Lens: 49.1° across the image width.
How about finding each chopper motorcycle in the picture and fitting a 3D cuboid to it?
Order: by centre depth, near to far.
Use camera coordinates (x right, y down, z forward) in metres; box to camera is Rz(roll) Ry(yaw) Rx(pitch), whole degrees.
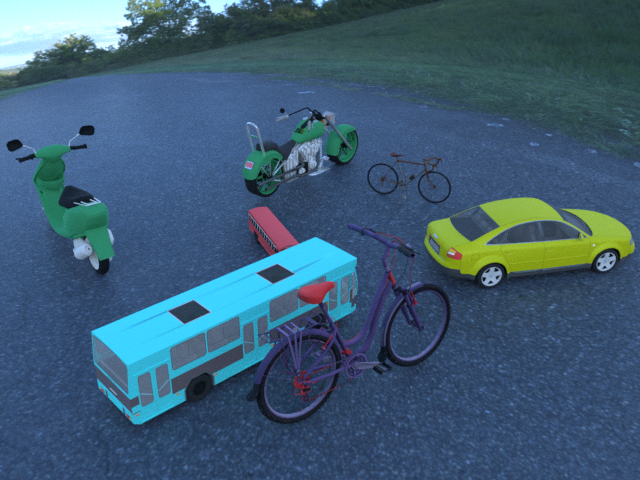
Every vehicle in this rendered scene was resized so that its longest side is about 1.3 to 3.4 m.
[{"bbox_3d":[-0.279,-1.790,12.921,0.906,1.480,3.040,21,34,34],"label":"chopper motorcycle"}]

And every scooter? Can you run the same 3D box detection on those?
[{"bbox_3d":[-3.760,-0.667,10.463,1.288,1.786,2.721,-19,33,-32],"label":"scooter"}]

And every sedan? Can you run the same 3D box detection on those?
[{"bbox_3d":[3.105,-0.083,10.262,3.137,0.940,1.235,-6,28,-11],"label":"sedan"}]

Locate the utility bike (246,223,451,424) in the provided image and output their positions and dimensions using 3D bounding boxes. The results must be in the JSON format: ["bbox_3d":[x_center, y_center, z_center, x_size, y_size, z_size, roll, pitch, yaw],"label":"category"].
[{"bbox_3d":[0.352,0.836,7.557,2.791,1.839,1.039,-18,33,-31],"label":"utility bike"}]

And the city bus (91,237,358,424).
[{"bbox_3d":[-0.976,0.987,8.283,3.255,0.894,0.926,-23,36,-37],"label":"city bus"}]

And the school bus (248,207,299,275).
[{"bbox_3d":[-0.655,0.025,10.600,0.365,0.434,1.708,-11,30,-21],"label":"school bus"}]

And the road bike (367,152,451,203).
[{"bbox_3d":[1.561,-1.121,12.324,1.545,0.852,0.358,12,30,21],"label":"road bike"}]
